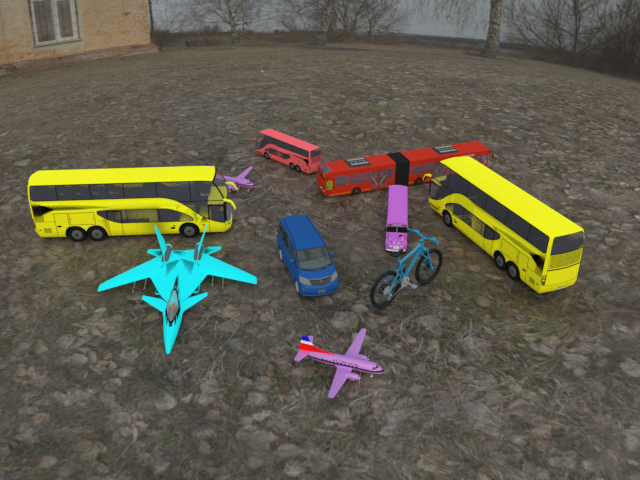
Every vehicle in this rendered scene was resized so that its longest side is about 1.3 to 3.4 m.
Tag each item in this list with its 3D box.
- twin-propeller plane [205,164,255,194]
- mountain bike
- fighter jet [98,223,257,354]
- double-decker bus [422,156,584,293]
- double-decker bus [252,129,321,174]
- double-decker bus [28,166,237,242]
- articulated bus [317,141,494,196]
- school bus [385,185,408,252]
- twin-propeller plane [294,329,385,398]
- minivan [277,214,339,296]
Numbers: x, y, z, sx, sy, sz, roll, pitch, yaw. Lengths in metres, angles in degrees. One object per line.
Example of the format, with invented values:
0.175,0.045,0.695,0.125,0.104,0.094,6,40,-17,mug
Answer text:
-1.687,-1.156,13.001,1.095,0.407,1.370,13,32,21,twin-propeller plane
1.240,0.398,9.799,1.469,0.868,0.573,-24,37,-35,mountain bike
-2.003,0.613,9.736,2.229,0.557,2.640,-3,30,-4,fighter jet
2.754,-0.368,10.962,0.756,1.052,3.251,-12,32,-20,double-decker bus
-0.665,-1.793,13.986,1.672,0.541,0.389,26,39,38,double-decker bus
-2.986,-0.613,11.393,3.251,1.052,0.756,-2,30,-4,double-decker bus
1.624,-1.351,13.188,3.401,0.561,0.605,-10,31,-17,articulated bus
1.275,-0.361,11.575,0.365,0.434,1.708,3,30,5,school bus
0.254,1.419,8.469,1.095,0.407,1.370,10,31,17,twin-propeller plane
-0.201,0.214,10.379,0.681,0.616,1.548,-9,31,-15,minivan
